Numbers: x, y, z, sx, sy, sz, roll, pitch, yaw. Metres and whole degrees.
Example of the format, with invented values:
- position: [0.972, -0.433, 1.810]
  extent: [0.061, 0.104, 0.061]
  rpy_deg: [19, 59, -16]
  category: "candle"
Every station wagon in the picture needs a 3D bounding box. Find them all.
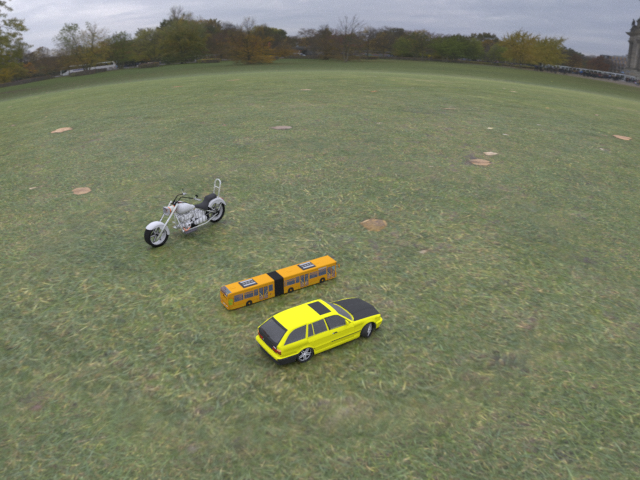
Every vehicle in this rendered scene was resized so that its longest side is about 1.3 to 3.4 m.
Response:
- position: [0.020, 1.024, 8.631]
  extent: [1.597, 0.473, 0.682]
  rpy_deg: [-16, 31, -29]
  category: "station wagon"

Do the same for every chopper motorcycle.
- position: [-2.162, -0.445, 11.281]
  extent: [0.466, 0.761, 1.563]
  rpy_deg: [23, 34, 38]
  category: "chopper motorcycle"

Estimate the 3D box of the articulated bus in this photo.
- position: [-0.539, 0.581, 9.736]
  extent: [1.749, 0.289, 0.311]
  rpy_deg: [-16, 30, -29]
  category: "articulated bus"
